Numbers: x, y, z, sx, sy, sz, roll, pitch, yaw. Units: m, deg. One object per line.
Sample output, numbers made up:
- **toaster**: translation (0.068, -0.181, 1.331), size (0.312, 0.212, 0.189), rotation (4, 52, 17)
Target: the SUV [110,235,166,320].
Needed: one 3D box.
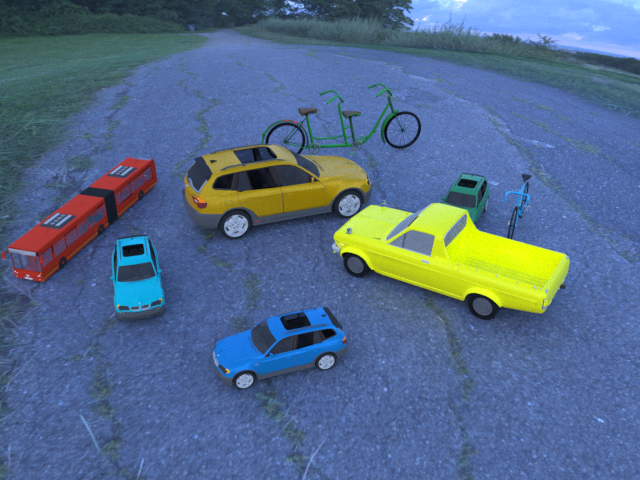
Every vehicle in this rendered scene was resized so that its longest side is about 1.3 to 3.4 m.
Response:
- **SUV**: translation (-2.454, 0.464, 9.365), size (0.656, 0.580, 1.572), rotation (-8, 31, -14)

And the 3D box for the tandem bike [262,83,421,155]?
- **tandem bike**: translation (0.449, -2.238, 13.339), size (3.192, 1.326, 0.550), rotation (-7, 31, -13)

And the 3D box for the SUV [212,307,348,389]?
- **SUV**: translation (-0.457, 1.195, 8.086), size (1.572, 0.580, 0.656), rotation (-10, 31, -17)

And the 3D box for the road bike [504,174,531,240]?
- **road bike**: translation (3.090, -0.537, 10.842), size (0.358, 0.852, 1.545), rotation (13, 32, 21)

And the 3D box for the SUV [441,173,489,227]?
- **SUV**: translation (2.286, -0.583, 11.196), size (0.656, 0.580, 1.572), rotation (12, 32, 20)

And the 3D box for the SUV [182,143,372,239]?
- **SUV**: translation (-0.670, -0.928, 11.248), size (3.058, 1.128, 1.276), rotation (-11, 32, -19)

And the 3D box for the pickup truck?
- **pickup truck**: translation (1.721, 0.141, 9.514), size (3.117, 0.993, 1.244), rotation (17, 34, 28)

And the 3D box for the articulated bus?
- **articulated bus**: translation (-3.581, -0.440, 10.966), size (0.605, 0.561, 3.401), rotation (8, 31, 14)
